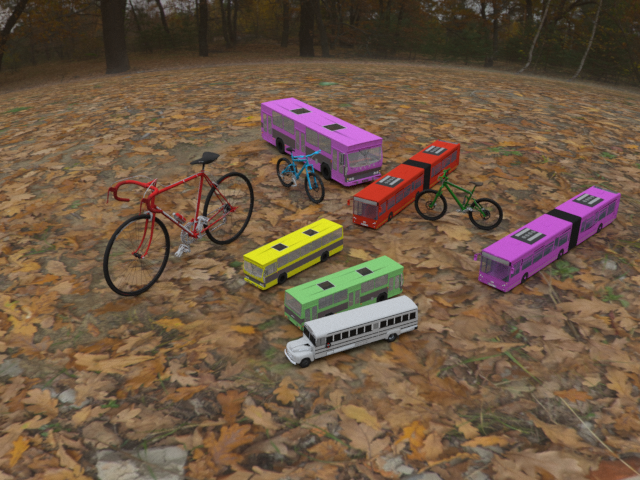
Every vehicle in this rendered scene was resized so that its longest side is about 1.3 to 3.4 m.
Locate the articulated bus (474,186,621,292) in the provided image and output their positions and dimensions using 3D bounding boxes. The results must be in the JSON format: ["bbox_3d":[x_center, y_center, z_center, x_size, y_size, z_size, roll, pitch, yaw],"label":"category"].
[{"bbox_3d":[3.581,-0.092,10.714,3.401,0.561,0.605,-24,36,-38],"label":"articulated bus"}]

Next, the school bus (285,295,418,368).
[{"bbox_3d":[0.390,1.104,8.547,1.708,0.434,0.365,-13,30,-23],"label":"school bus"}]

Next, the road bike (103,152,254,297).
[{"bbox_3d":[-1.932,-0.356,10.035,0.696,1.656,3.004,18,32,31],"label":"road bike"}]

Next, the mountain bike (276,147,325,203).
[{"bbox_3d":[-0.370,-1.220,12.557,0.573,0.868,1.469,-19,33,-32],"label":"mountain bike"}]

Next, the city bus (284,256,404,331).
[{"bbox_3d":[0.342,0.705,9.288,1.674,0.460,0.476,-18,32,-30],"label":"city bus"}]

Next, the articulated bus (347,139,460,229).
[{"bbox_3d":[1.626,-1.079,12.618,0.605,0.561,3.401,17,32,29],"label":"articulated bus"}]

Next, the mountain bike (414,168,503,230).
[{"bbox_3d":[2.267,-0.641,11.440,1.469,0.868,0.573,11,29,20],"label":"mountain bike"}]

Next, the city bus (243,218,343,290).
[{"bbox_3d":[-0.362,0.201,10.259,0.476,0.460,1.674,23,35,37],"label":"city bus"}]

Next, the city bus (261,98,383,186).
[{"bbox_3d":[-0.054,-1.987,14.008,0.926,0.894,3.255,-17,32,-29],"label":"city bus"}]
